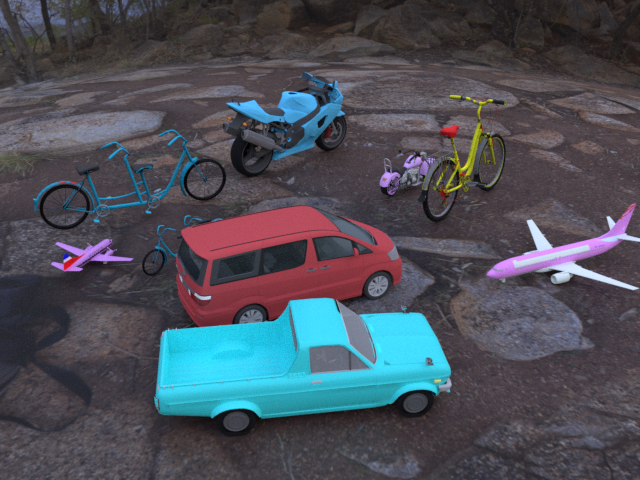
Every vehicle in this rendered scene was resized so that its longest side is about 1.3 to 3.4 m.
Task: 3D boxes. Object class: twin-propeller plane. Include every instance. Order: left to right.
[{"bbox_3d":[-3.367,0.179,10.205,1.370,0.407,1.095,11,29,20],"label":"twin-propeller plane"}]

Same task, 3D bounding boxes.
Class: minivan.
[{"bbox_3d":[-0.344,0.246,9.222,3.011,1.197,1.324,-13,30,-23],"label":"minivan"}]

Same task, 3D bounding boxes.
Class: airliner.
[{"bbox_3d":[3.479,0.054,9.981,2.541,0.835,2.257,-11,29,-20],"label":"airliner"}]

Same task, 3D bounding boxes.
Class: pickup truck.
[{"bbox_3d":[-0.187,1.251,7.513,3.117,0.993,1.244,-4,28,-7],"label":"pickup truck"}]

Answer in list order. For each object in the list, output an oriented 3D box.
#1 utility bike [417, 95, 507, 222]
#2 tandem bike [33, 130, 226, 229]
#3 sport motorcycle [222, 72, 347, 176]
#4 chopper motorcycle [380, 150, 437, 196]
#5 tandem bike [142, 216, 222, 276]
[{"bbox_3d":[2.396,-1.465,11.809,1.039,1.839,2.791,22,35,35],"label":"utility bike"},{"bbox_3d":[-3.061,-1.019,11.509,3.192,1.326,0.550,-14,31,-25],"label":"tandem bike"},{"bbox_3d":[-0.565,-2.255,13.588,2.955,1.596,0.983,-23,35,-37],"label":"sport motorcycle"},{"bbox_3d":[1.638,-1.292,12.645,0.466,0.761,1.563,24,36,38],"label":"chopper motorcycle"},{"bbox_3d":[-1.965,-0.026,10.300,0.283,0.682,1.642,21,34,34],"label":"tandem bike"}]
